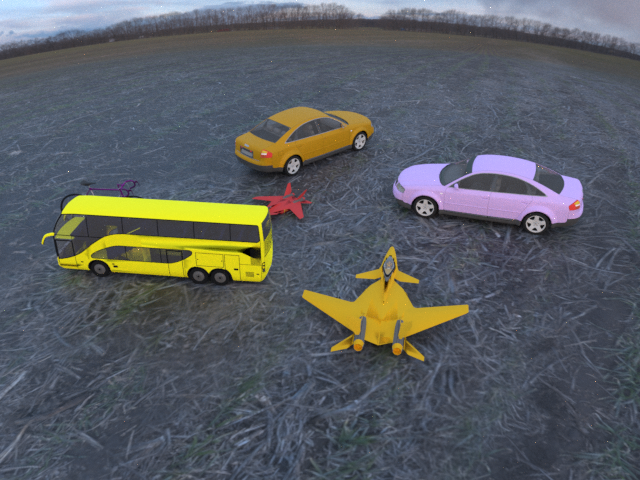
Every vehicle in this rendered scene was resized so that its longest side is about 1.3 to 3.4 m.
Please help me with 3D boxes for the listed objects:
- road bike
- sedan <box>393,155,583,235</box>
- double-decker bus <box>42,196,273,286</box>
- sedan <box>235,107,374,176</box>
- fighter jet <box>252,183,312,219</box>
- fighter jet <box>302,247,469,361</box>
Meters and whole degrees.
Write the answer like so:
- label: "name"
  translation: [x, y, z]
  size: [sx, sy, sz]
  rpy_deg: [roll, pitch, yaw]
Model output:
- label: "road bike"
  translation: [-3.456, -0.579, 11.295]
  size: [1.545, 0.852, 0.358]
  rpy_deg: [2, 30, 4]
- label: "sedan"
  translation: [2.795, -0.896, 11.754]
  size: [3.137, 0.940, 1.235]
  rpy_deg: [9, 31, 16]
- label: "double-decker bus"
  translation: [-2.313, -0.020, 10.126]
  size: [3.251, 1.052, 0.756]
  rpy_deg: [4, 30, 6]
- label: "sedan"
  translation: [-0.238, -2.127, 13.885]
  size: [3.137, 0.940, 1.235]
  rpy_deg: [-24, 38, -36]
- label: "fighter jet"
  translation: [-0.802, -0.575, 11.851]
  size: [1.147, 0.286, 1.358]
  rpy_deg: [24, 37, 35]
- label: "fighter jet"
  translation: [0.902, 0.603, 9.543]
  size: [2.229, 0.557, 2.640]
  rpy_deg: [5, 30, 8]
